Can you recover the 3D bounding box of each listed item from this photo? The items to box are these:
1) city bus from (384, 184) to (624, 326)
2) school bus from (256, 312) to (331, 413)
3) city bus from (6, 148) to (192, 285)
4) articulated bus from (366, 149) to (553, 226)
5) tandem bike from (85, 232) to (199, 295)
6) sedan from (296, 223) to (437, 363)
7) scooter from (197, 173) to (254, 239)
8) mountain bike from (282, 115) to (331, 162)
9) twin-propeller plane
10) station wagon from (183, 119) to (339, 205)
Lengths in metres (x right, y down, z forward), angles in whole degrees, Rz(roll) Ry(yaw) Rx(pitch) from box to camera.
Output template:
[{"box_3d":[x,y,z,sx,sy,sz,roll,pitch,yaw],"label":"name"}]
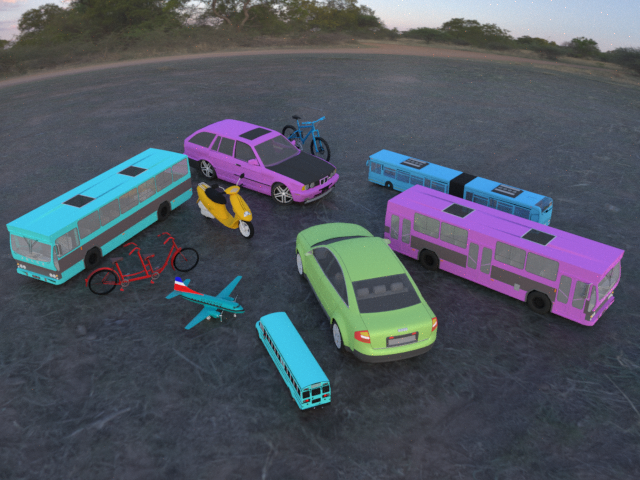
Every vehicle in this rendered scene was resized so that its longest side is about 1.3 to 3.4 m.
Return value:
[{"box_3d":[2.464,0.163,9.901,3.255,0.894,0.926,22,36,35],"label":"city bus"},{"box_3d":[-0.363,1.342,8.244,0.365,0.434,1.708,-11,31,-20],"label":"school bus"},{"box_3d":[-3.294,-0.444,11.000,0.926,0.894,3.255,13,32,22],"label":"city bus"},{"box_3d":[2.308,-0.886,12.143,3.401,0.561,0.605,22,36,34],"label":"articulated bus"},{"box_3d":[-2.485,0.318,9.841,1.642,0.682,0.283,-16,33,-26],"label":"tandem bike"},{"box_3d":[0.508,0.456,9.324,1.235,0.940,3.137,-8,30,-15],"label":"sedan"},{"box_3d":[-1.548,-0.611,11.277,1.399,0.919,0.662,25,37,37],"label":"scooter"},{"box_3d":[-0.295,-2.042,13.919,0.573,0.868,1.469,-23,36,-35],"label":"mountain bike"},{"box_3d":[-1.483,0.764,9.317,1.095,0.407,1.370,12,31,21],"label":"twin-propeller plane"},{"box_3d":[-1.122,-1.525,12.929,3.105,0.920,1.327,20,35,32],"label":"station wagon"}]
